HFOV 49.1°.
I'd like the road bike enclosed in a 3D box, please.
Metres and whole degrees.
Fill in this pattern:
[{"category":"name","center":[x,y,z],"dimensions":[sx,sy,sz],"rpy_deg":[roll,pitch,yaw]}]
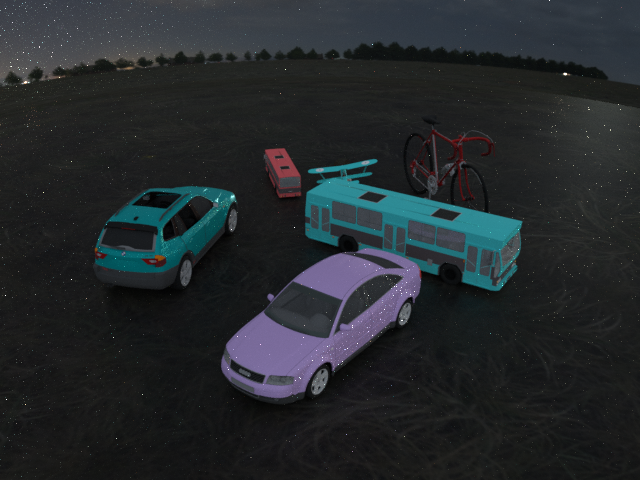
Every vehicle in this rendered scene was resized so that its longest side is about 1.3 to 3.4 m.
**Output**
[{"category":"road bike","center":[2.136,-1.273,12.195],"dimensions":[0.696,1.656,3.004],"rpy_deg":[-9,27,-18]}]

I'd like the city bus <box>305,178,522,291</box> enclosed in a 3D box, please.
[{"category":"city bus","center":[1.333,-0.111,10.659],"dimensions":[3.255,0.894,0.926],"rpy_deg":[16,30,30]}]

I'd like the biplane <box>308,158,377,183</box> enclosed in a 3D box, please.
[{"category":"biplane","center":[0.442,-1.223,13.416],"dimensions":[1.336,0.504,1.090],"rpy_deg":[-1,26,-2]}]

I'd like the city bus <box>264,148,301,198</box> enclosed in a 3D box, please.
[{"category":"city bus","center":[-0.735,-1.298,13.624],"dimensions":[0.476,0.460,1.674],"rpy_deg":[-6,26,-12]}]

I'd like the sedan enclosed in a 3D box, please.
[{"category":"sedan","center":[0.107,0.861,8.590],"dimensions":[1.235,0.940,3.137],"rpy_deg":[18,31,33]}]

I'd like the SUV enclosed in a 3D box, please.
[{"category":"SUV","center":[-2.262,-0.257,10.694],"dimensions":[1.276,1.128,3.058],"rpy_deg":[6,26,13]}]
